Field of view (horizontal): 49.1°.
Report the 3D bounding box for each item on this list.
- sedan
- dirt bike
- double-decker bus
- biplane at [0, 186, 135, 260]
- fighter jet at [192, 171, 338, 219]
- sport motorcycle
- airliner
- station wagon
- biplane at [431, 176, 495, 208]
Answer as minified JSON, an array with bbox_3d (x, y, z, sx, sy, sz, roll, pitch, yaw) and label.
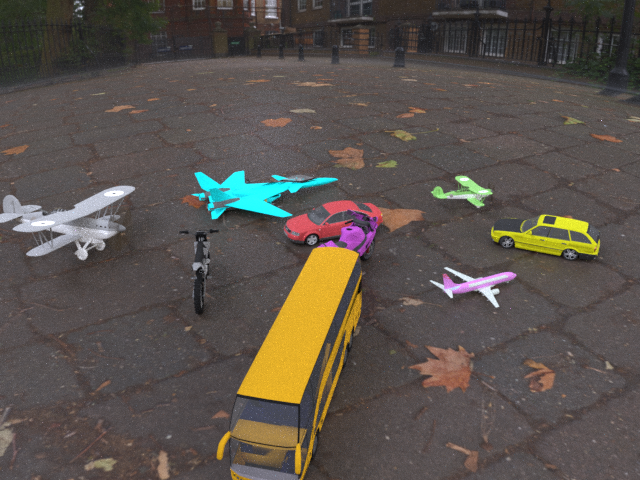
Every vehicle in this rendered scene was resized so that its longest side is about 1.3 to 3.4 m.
[{"bbox_3d":[0.214,-0.321,11.127,1.613,0.483,0.635,-10,29,-19],"label":"sedan"},{"bbox_3d":[-1.614,0.325,9.458,0.527,0.857,1.493,-2,27,-3],"label":"dirt bike"},{"bbox_3d":[-0.158,1.243,7.453,0.756,1.052,3.251,6,28,12],"label":"double-decker bus"},{"bbox_3d":[-3.830,-0.287,10.514,2.120,0.981,2.598,8,28,15],"label":"biplane"},{"bbox_3d":[-0.846,-1.007,12.384,2.640,0.557,2.229,-13,30,-23],"label":"fighter jet"},{"bbox_3d":[0.392,0.132,9.872,0.506,0.821,1.520,16,31,29],"label":"sport motorcycle"},{"bbox_3d":[2.178,0.518,9.550,1.307,0.429,1.161,-13,30,-23],"label":"airliner"},{"bbox_3d":[3.444,-0.105,10.716,1.597,0.473,0.682,11,29,21],"label":"station wagon"},{"bbox_3d":[2.462,-0.803,12.043,1.090,0.504,1.336,-4,27,-8],"label":"biplane"}]
